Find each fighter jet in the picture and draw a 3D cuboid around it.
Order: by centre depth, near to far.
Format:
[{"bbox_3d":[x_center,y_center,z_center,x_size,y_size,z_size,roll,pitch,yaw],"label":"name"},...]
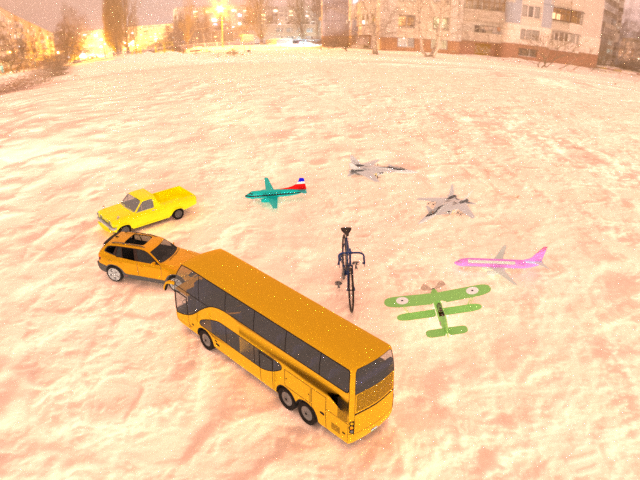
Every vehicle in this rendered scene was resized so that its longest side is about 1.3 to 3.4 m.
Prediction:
[{"bbox_3d":[2.050,-0.571,11.823,1.147,0.286,1.358,23,35,36],"label":"fighter jet"},{"bbox_3d":[1.211,-1.397,13.398,1.358,0.286,1.147,2,28,4],"label":"fighter jet"}]

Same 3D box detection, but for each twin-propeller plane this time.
[{"bbox_3d":[-0.775,-0.870,12.263,1.095,0.407,1.370,-5,28,-9],"label":"twin-propeller plane"}]

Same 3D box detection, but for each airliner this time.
[{"bbox_3d":[2.605,0.256,10.091,1.307,0.429,1.161,3,28,5],"label":"airliner"}]

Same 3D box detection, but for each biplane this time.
[{"bbox_3d":[1.486,0.906,8.772,1.336,0.504,1.090,-1,28,-1],"label":"biplane"}]

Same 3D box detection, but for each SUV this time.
[{"bbox_3d":[-2.372,0.262,9.917,1.572,0.580,0.656,8,29,15],"label":"SUV"}]

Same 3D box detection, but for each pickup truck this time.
[{"bbox_3d":[-2.847,-0.557,11.554,1.603,0.511,0.640,-22,35,-35],"label":"pickup truck"}]

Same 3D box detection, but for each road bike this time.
[{"bbox_3d":[0.377,0.322,9.510,0.358,0.852,1.545,-2,28,-3],"label":"road bike"}]

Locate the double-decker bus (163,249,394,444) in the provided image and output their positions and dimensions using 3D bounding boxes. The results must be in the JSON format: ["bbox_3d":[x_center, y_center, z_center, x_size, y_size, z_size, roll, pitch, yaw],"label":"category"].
[{"bbox_3d":[-0.562,1.044,7.917,0.756,1.052,3.251,-24,36,-38],"label":"double-decker bus"}]
